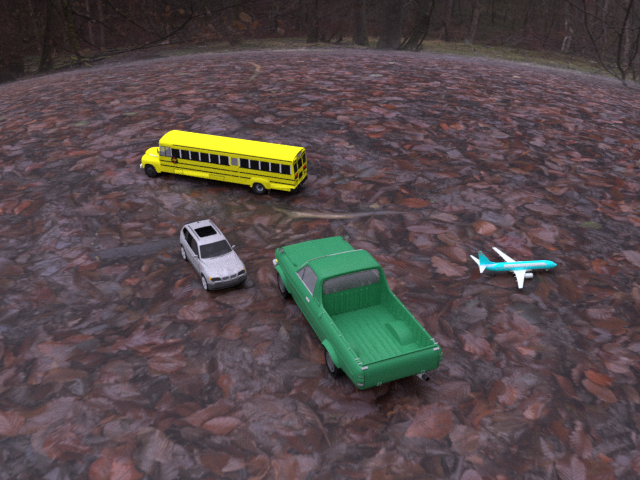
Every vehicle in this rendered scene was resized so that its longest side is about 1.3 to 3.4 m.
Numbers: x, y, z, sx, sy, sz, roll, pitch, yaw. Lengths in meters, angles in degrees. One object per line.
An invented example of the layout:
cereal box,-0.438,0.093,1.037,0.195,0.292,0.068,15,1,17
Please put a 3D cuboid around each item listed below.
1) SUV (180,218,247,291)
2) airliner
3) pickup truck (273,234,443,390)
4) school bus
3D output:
SUV,-1.660,0.189,10.677,0.656,0.580,1.572,-15,33,-24
airliner,2.983,0.317,10.607,1.307,0.429,1.161,-4,30,-6
pickup truck,0.376,0.775,9.246,1.244,0.993,3.117,-11,32,-19
school bus,-1.904,-1.510,13.367,3.322,0.844,0.709,10,31,17
